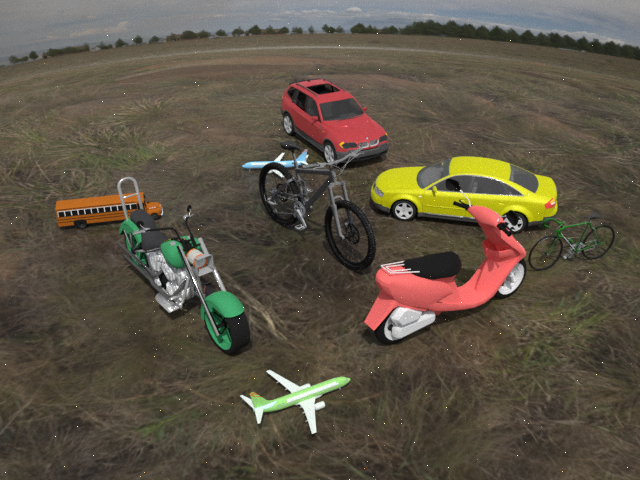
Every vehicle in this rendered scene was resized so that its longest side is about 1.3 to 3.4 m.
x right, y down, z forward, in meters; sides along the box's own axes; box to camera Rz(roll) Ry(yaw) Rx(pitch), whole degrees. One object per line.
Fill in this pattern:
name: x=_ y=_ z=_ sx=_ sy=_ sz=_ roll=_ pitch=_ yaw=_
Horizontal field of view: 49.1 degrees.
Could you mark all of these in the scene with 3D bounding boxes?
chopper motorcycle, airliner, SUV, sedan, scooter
chopper motorcycle: x=-1.907 y=0.280 z=9.369 sx=0.906 sy=1.480 sz=3.040 roll=-22 pitch=36 yaw=-33
airliner: x=-0.212 y=1.698 z=7.953 sx=1.307 sy=0.429 sz=1.161 roll=-15 pitch=33 yaw=-25
SUV: x=0.241 y=-2.543 z=14.643 sx=1.276 sy=1.128 sz=3.058 roll=-15 pitch=33 yaw=-24
sedan: x=2.438 y=-0.887 z=11.946 sx=3.137 sy=0.940 sz=1.235 roll=7 pitch=31 yaw=12
scooter: x=1.752 y=0.297 z=9.032 sx=2.721 sy=1.786 sz=1.288 roll=-17 pitch=34 yaw=-27
airliner: x=-0.868 y=-1.554 z=13.622 sx=1.307 sy=0.429 sz=1.161 roll=-1 pitch=30 yaw=-2

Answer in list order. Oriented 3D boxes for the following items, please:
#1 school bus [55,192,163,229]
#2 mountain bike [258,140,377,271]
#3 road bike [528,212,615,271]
school bus: x=-3.533 y=-0.511 z=11.798 sx=1.708 sy=0.434 sz=0.365 roll=-7 pitch=31 yaw=-12
mountain bike: x=-0.123 y=-0.668 z=10.813 sx=1.114 sy=1.688 sz=2.857 roll=-22 pitch=36 yaw=-33
road bike: x=3.800 y=0.006 z=10.479 sx=1.545 sy=0.852 sz=0.358 roll=-10 pitch=31 yaw=-17
